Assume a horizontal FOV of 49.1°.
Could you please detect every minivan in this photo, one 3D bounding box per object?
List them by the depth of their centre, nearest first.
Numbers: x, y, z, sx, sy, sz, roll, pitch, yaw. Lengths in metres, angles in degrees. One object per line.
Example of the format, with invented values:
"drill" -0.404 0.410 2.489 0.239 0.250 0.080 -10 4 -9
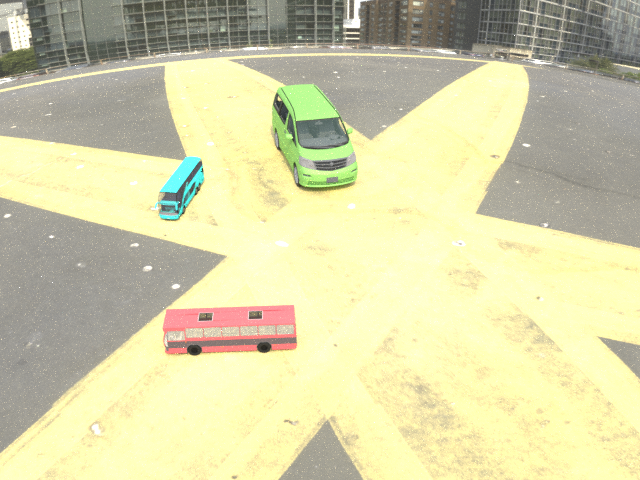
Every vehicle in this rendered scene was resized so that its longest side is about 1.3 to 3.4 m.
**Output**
"minivan" -0.155 -2.096 13.863 1.324 1.197 3.011 -7 31 -13

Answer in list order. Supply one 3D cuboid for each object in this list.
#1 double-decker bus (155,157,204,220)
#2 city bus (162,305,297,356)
"double-decker bus" -2.473 -0.926 12.501 0.389 0.541 1.672 4 30 7
"city bus" -1.140 1.160 8.986 1.674 0.460 0.476 -2 30 -3
